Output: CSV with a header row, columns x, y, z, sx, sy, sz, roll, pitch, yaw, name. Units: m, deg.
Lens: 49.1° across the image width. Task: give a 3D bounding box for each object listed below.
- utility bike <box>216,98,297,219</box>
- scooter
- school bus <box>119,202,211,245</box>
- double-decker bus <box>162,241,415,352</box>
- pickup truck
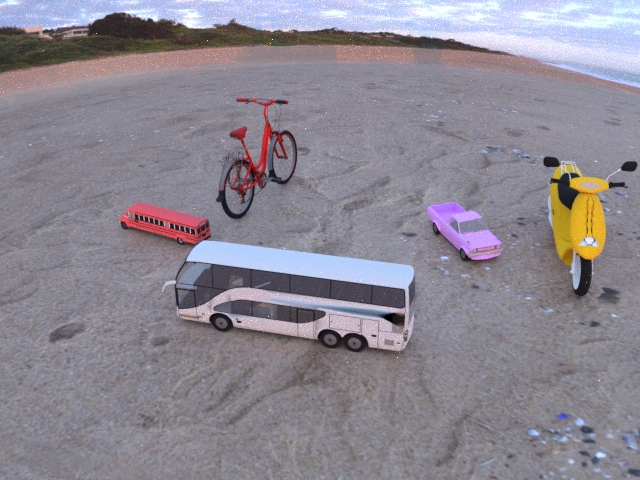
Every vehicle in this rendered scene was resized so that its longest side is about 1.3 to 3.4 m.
x,y,z,sx,sy,sz,roll,pitch,yaw,name
-1.179,-1.580,12.563,1.039,1.839,2.791,13,31,23,utility bike
3.880,-0.502,10.590,1.288,1.786,2.721,4,28,8,scooter
-2.618,-0.286,11.625,1.708,0.434,0.365,14,31,24,school bus
-0.400,0.702,9.107,3.251,1.052,0.756,7,29,13,double-decker bus
2.331,-0.209,11.398,0.640,0.511,1.603,-9,29,-16,pickup truck
